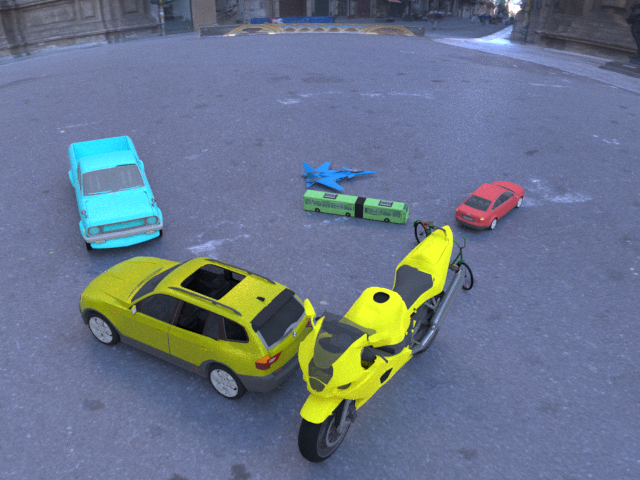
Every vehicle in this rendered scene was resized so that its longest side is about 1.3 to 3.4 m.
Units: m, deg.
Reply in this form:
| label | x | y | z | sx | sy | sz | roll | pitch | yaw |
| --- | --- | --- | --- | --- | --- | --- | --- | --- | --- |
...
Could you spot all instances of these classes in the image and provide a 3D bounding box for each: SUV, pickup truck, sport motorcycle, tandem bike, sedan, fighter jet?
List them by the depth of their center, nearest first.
| label | x | y | z | sx | sy | sz | roll | pitch | yaw |
| --- | --- | --- | --- | --- | --- | --- | --- | --- | --- |
| sport motorcycle | 0.674 | 1.068 | 7.631 | 0.983 | 1.596 | 2.955 | 20 | 37 | 29 |
| SUV | -1.541 | 0.824 | 8.468 | 3.058 | 1.128 | 1.276 | 17 | 36 | 25 |
| tandem bike | 1.766 | 0.082 | 10.088 | 0.283 | 0.682 | 1.642 | -12 | 34 | -19 |
| pickup truck | -3.420 | -0.946 | 11.449 | 1.244 | 0.993 | 3.117 | -12 | 34 | -18 |
| sedan | 2.812 | -0.654 | 11.461 | 0.635 | 0.483 | 1.613 | 24 | 39 | 33 |
| fighter jet | 0.369 | -1.230 | 12.577 | 1.358 | 0.286 | 1.147 | -6 | 32 | -10 |

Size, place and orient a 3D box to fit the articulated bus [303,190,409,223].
| label | x | y | z | sx | sy | sz | roll | pitch | yaw |
| --- | --- | --- | --- | --- | --- | --- | --- | --- | --- |
| articulated bus | 0.571 | -0.549 | 11.477 | 1.749 | 0.289 | 0.311 | 9 | 33 | 14 |
